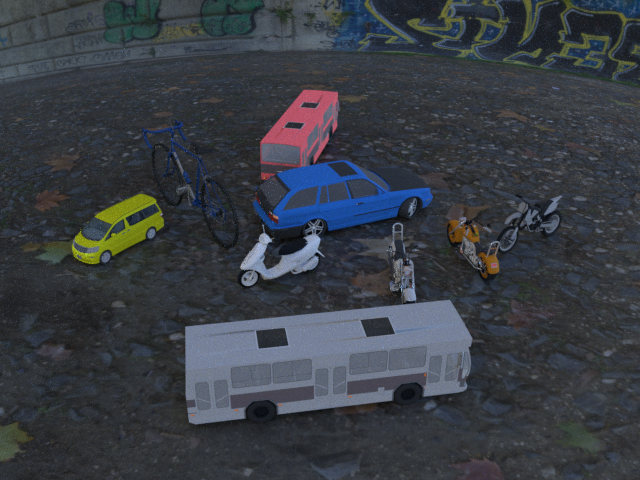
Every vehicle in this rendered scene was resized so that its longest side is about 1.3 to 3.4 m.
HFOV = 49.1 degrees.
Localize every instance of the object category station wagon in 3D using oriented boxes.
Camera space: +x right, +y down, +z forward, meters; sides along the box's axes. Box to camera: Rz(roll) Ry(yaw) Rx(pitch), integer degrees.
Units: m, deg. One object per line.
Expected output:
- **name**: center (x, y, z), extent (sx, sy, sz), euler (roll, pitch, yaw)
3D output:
- **station wagon**: center (0.443, -0.832, 12.122), extent (3.105, 0.920, 1.327), euler (-12, 32, -20)

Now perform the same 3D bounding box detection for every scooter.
- **scooter**: center (-0.579, 0.182, 10.361), extent (1.399, 0.919, 0.662), euler (-14, 33, -23)

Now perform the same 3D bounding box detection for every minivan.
- **minivan**: center (-3.273, -0.188, 11.308), extent (0.681, 0.616, 1.548), euler (20, 35, 31)

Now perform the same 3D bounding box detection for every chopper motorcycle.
- **chopper motorcycle**: center (1.200, 0.421, 10.104), extent (0.466, 0.761, 1.563), euler (-1, 30, -2)
- **chopper motorcycle**: center (2.350, 0.011, 10.816), extent (0.466, 0.761, 1.563), euler (-7, 31, -13)

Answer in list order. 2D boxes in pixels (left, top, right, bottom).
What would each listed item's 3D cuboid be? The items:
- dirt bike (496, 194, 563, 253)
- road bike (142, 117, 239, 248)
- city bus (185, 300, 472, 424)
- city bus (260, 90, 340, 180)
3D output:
- **dirt bike**: center (3.411, -0.304, 11.267), extent (1.493, 0.857, 0.527), euler (-18, 34, -28)
- **road bike**: center (-2.164, -1.002, 11.680), extent (0.696, 1.656, 3.004), euler (-21, 36, -31)
- **city bus**: center (0.077, 1.438, 8.202), extent (3.255, 0.894, 0.926), euler (-5, 30, -8)
- **city bus**: center (-0.354, -2.161, 14.457), extent (0.926, 0.894, 3.255), euler (7, 31, 12)
